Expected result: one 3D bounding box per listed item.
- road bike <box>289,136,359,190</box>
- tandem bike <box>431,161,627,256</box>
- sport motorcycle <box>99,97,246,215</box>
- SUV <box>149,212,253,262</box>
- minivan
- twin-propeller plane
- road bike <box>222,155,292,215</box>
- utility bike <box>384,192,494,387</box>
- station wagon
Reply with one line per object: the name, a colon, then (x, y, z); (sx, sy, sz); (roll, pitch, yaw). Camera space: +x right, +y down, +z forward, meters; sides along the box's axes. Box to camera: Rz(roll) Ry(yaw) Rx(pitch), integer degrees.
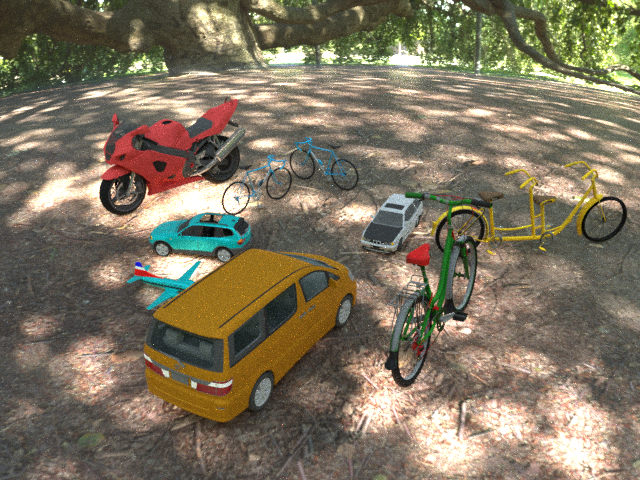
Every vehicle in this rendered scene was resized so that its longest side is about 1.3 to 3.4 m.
road bike: (0.056, -1.422, 12.923); (1.545, 0.852, 0.358); (17, 31, 30)
tandem bike: (3.192, -0.448, 10.465); (3.192, 1.326, 0.550); (-5, 27, -10)
sport motorcycle: (-2.563, -1.500, 12.252); (0.983, 1.596, 2.955); (24, 35, 39)
SUV: (-1.802, -0.093, 10.590); (1.572, 0.580, 0.656); (5, 27, 10)
minivan: (-0.658, 0.807, 8.119); (1.324, 1.197, 3.011); (15, 30, 27)
twin-propeller plane: (-2.050, 0.551, 9.504); (1.095, 0.407, 1.370); (9, 28, 18)
road bike: (-1.066, -0.964, 12.016); (1.545, 0.852, 0.358); (-23, 35, -38)
utility bike: (1.299, 0.424, 8.166); (1.039, 1.839, 2.791); (14, 30, 26)
station wagon: (1.162, -0.311, 11.140); (0.682, 0.473, 1.597); (11, 29, 21)
